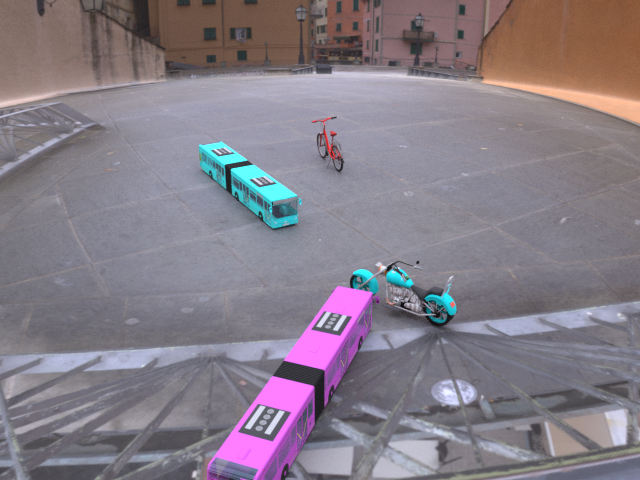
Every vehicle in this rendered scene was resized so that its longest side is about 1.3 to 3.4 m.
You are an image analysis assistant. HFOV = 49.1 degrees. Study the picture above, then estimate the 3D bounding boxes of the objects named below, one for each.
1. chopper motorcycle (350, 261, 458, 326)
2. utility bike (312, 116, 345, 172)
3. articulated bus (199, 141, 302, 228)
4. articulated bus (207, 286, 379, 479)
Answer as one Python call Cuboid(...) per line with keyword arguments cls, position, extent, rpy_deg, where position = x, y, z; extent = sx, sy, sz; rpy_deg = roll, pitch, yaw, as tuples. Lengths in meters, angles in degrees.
Cuboid(cls="chopper motorcycle", position=(1.056, 0.597, 9.063), extent=(1.563, 0.761, 0.466), rpy_deg=(19, 32, 34))
Cuboid(cls="utility bike", position=(0.150, -1.956, 14.101), extent=(0.535, 0.946, 1.435), rpy_deg=(-9, 27, -19))
Cuboid(cls="articulated bus", position=(-1.376, -1.074, 12.727), extent=(0.605, 0.561, 3.401), rpy_deg=(-14, 29, -26))
Cuboid(cls="articulated bus", position=(-0.150, 1.507, 7.420), extent=(0.605, 0.561, 3.401), rpy_deg=(10, 28, 19))
